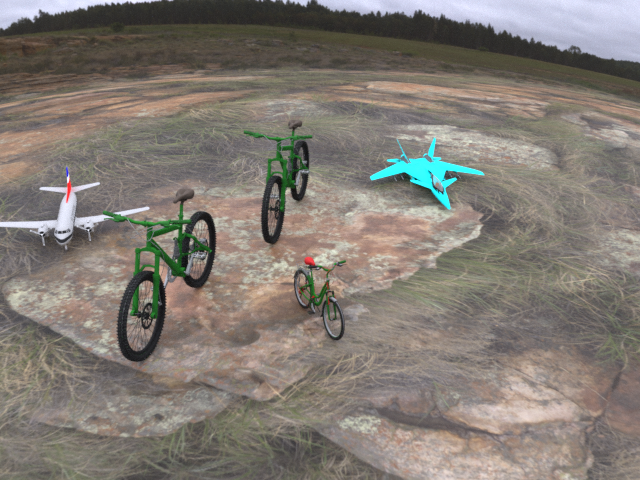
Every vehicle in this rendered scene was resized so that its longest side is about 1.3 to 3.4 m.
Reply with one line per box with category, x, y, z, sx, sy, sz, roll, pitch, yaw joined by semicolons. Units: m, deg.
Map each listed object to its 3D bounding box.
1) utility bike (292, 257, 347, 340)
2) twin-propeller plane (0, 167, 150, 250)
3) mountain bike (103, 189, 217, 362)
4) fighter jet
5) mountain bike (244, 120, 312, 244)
utility bike;0.008;0.624;9.068;0.535;0.946;1.435;-13;29;-24
twin-propeller plane;-4.184;-0.526;11.544;2.663;0.792;2.129;-6;27;-12
mountain bike;-1.915;0.250;8.986;1.114;1.688;2.857;6;27;12
fighter jet;2.103;-1.272;13.302;2.229;0.557;2.640;-3;27;-6
mountain bike;-0.555;-1.139;11.769;1.114;1.688;2.857;5;27;11
